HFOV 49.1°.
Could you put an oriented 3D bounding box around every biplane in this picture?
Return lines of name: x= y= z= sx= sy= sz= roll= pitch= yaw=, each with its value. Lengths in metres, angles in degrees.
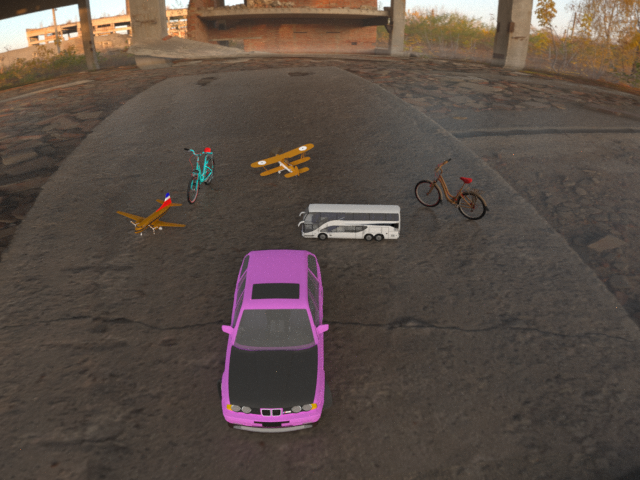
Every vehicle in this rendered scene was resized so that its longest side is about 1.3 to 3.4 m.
biplane: x=-0.656 y=-1.458 z=13.640 sx=1.336 sy=0.504 sz=1.090 roll=-14 pitch=32 yaw=-23

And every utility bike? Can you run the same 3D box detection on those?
utility bike: x=-2.143 y=-1.294 z=12.897 sx=0.535 sy=0.946 sz=1.435 roll=6 pitch=30 yaw=10
utility bike: x=2.257 y=-0.850 z=12.107 sx=1.435 sy=0.946 sz=0.535 roll=19 pitch=35 yaw=30

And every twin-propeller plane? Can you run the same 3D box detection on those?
twin-propeller plane: x=-2.832 y=-0.432 z=11.913 sx=1.370 sy=0.407 sz=1.095 roll=11 pitch=31 yaw=19

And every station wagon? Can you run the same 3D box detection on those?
station wagon: x=-0.542 y=1.051 z=8.749 sx=1.327 sy=0.920 sz=3.105 roll=0 pitch=29 yaw=-1

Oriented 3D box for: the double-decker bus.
double-decker bus: x=0.485 y=-0.298 z=11.536 sx=1.672 sy=0.541 sz=0.389 roll=1 pitch=29 yaw=2
